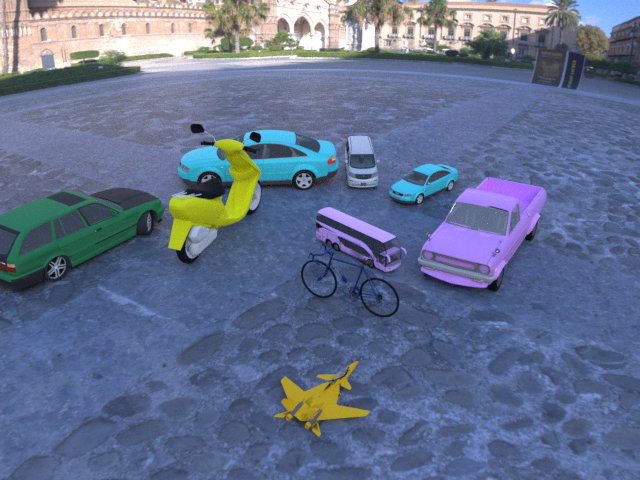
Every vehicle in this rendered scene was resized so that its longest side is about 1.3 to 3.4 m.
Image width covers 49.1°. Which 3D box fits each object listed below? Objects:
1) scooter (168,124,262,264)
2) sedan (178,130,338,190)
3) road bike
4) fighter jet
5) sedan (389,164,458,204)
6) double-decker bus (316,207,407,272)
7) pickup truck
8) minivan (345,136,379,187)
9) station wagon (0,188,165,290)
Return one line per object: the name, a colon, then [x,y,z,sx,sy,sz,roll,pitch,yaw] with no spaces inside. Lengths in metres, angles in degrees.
scooter: [-1.628,-0.852,11.277,1.288,1.786,2.721,11,29,21]
sedan: [-1.208,-1.610,13.685,3.137,0.940,1.235,-1,27,-3]
road bike: [0.390,0.548,9.568,1.545,0.852,0.358,15,31,27]
fighter jet: [0.102,1.665,8.009,1.147,0.286,1.358,16,31,28]
sedan: [1.968,-1.114,13.218,1.613,0.483,0.635,-24,35,-38]
double-decker bus: [0.600,-0.007,10.993,0.389,0.541,1.672,-23,35,-37]
pickup truck: [2.644,-0.281,11.033,1.244,0.993,3.117,15,31,26]
minivan: [0.814,-1.560,13.943,0.681,0.616,1.548,0,27,-1]
station wagon: [-3.886,-0.269,11.089,1.327,0.920,3.105,17,32,30]
